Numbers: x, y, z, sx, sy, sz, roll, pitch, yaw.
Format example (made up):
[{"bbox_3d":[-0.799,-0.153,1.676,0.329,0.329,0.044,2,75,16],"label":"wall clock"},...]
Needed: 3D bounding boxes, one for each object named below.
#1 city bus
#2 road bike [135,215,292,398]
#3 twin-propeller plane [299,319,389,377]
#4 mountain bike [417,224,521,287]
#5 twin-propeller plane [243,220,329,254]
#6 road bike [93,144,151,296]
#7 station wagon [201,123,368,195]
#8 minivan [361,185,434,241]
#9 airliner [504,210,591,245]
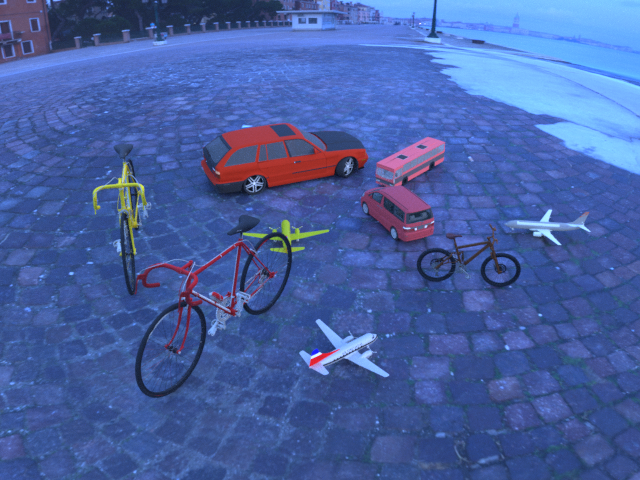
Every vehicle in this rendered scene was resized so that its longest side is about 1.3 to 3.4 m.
[{"bbox_3d":[1.722,-1.451,13.231,0.476,0.460,1.674,25,39,35],"label":"city bus"},{"bbox_3d":[-1.199,0.641,8.570,0.696,1.656,3.004,18,35,27],"label":"road bike"},{"bbox_3d":[0.303,1.330,8.635,1.095,0.407,1.370,-22,37,-32],"label":"twin-propeller plane"},{"bbox_3d":[2.128,0.263,9.969,1.469,0.868,0.573,4,31,7],"label":"mountain bike"},{"bbox_3d":[-0.530,-0.100,11.024,1.370,0.407,1.095,-2,31,-4],"label":"twin-propeller plane"},{"bbox_3d":[-2.858,-0.480,10.444,0.696,1.656,3.004,-6,31,-9],"label":"road bike"},{"bbox_3d":[-0.623,-1.646,13.109,3.105,0.920,1.327,-12,33,-19],"label":"station wagon"},{"bbox_3d":[1.250,-0.542,11.560,0.681,0.616,1.548,-14,34,-22],"label":"minivan"},{"bbox_3d":[3.675,-0.311,11.356,1.307,0.429,1.161,5,31,8],"label":"airliner"}]
